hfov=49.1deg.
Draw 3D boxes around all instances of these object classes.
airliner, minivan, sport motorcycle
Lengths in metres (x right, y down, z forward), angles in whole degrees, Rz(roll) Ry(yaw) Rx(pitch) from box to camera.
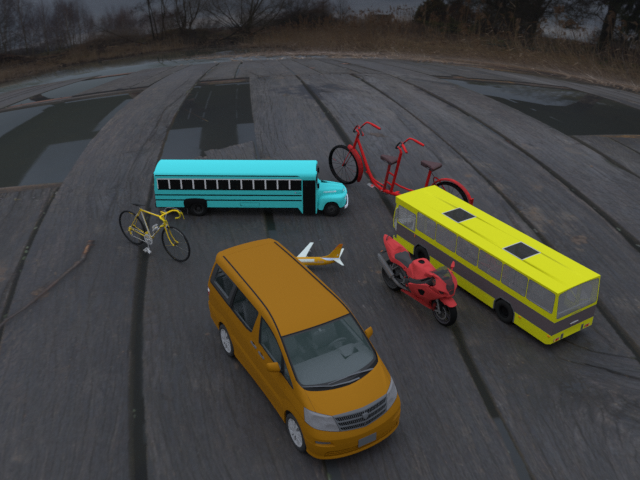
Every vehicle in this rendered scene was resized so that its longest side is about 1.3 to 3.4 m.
[{"bbox_3d":[-0.291,0.239,10.523,1.307,0.429,1.161,1,29,1],"label":"airliner"},{"bbox_3d":[-0.271,1.136,8.132,1.324,1.197,3.011,-16,33,-26],"label":"minivan"},{"bbox_3d":[1.345,0.543,9.578,0.506,0.821,1.520,-18,34,-29],"label":"sport motorcycle"}]

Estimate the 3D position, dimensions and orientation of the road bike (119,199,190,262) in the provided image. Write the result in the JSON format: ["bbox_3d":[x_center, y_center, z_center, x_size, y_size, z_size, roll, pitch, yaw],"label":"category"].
[{"bbox_3d":[-2.592,-0.179,10.836,1.545,0.852,0.358,18,34,29],"label":"road bike"}]

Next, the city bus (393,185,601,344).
[{"bbox_3d":[2.347,0.271,9.989,0.926,0.894,3.255,-17,33,-28],"label":"city bus"}]

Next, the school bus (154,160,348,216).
[{"bbox_3d":[-1.168,-0.930,12.188,3.322,0.844,0.709,0,29,1],"label":"school bus"}]

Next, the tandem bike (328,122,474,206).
[{"bbox_3d":[1.325,-1.232,12.235,3.192,1.326,0.550,25,38,37],"label":"tandem bike"}]
